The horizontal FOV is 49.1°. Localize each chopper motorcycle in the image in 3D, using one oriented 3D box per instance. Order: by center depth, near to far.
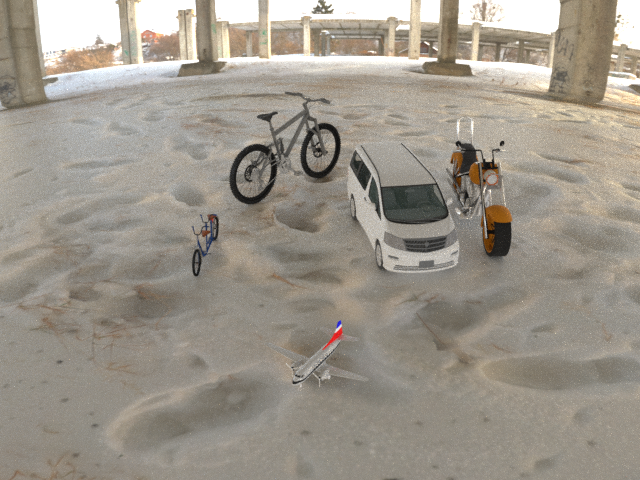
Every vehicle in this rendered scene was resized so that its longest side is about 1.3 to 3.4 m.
[{"bbox_3d":[2.625,-0.949,11.494,0.906,1.480,3.040,-1,26,-2],"label":"chopper motorcycle"}]

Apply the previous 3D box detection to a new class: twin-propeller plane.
[{"bbox_3d":[-0.010,1.310,8.018,1.370,0.407,1.095,15,29,28],"label":"twin-propeller plane"}]

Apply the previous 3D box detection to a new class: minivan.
[{"bbox_3d":[1.246,-0.581,11.054,1.324,1.197,3.011,-4,26,-9],"label":"minivan"}]

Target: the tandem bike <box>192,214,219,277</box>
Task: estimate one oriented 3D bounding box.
[{"bbox_3d":[-1.720,-0.063,10.568,0.283,0.682,1.642,2,26,4],"label":"tandem bike"}]

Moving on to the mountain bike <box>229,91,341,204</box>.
[{"bbox_3d":[-0.570,-1.716,12.855,1.114,1.688,2.857,21,33,37],"label":"mountain bike"}]
